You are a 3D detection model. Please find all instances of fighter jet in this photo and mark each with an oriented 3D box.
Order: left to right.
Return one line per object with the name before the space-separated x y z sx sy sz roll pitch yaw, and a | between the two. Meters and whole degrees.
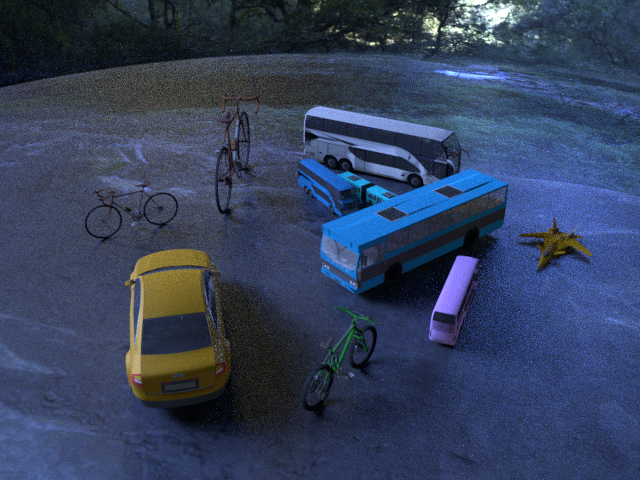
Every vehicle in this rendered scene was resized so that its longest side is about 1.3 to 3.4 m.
fighter jet | 3.646 0.062 10.942 1.147 0.286 1.358 18 34 29

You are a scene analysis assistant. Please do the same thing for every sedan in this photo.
sedan | -1.821 0.859 8.841 1.235 0.940 3.137 -6 30 -10

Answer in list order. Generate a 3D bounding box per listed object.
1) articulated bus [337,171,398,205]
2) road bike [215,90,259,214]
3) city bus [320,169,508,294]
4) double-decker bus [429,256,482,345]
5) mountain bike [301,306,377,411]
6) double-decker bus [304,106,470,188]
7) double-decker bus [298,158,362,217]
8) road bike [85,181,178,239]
articulated bus | 0.938 -0.824 12.530 0.311 0.289 1.749 -21 35 -33
road bike | -1.565 -1.682 12.665 0.696 1.656 3.004 2 29 4
city bus | 1.511 -0.172 10.739 3.255 0.894 0.926 -21 36 -33
double-decker bus | 1.840 0.758 9.432 0.389 0.541 1.672 11 31 19
mountain bike | 0.250 1.335 8.061 0.573 0.868 1.469 20 35 32
double-decker bus | 1.199 -1.771 13.445 3.251 1.052 0.756 16 33 26
double-decker bus | 0.134 -0.923 12.448 0.389 0.541 1.672 -16 33 -26
road bike | -3.067 -0.518 11.402 1.545 0.852 0.358 -15 33 -25
